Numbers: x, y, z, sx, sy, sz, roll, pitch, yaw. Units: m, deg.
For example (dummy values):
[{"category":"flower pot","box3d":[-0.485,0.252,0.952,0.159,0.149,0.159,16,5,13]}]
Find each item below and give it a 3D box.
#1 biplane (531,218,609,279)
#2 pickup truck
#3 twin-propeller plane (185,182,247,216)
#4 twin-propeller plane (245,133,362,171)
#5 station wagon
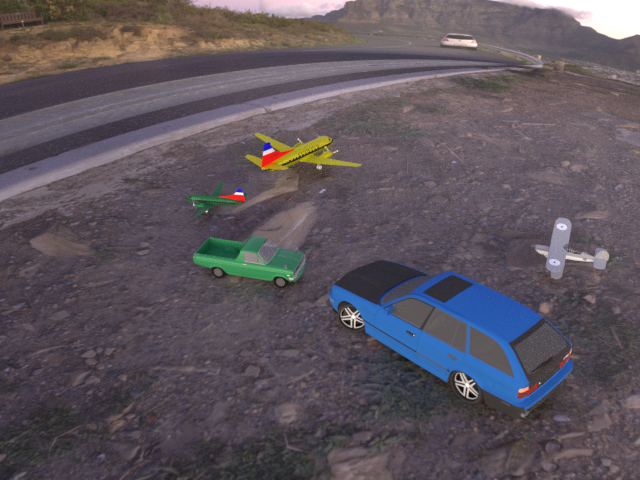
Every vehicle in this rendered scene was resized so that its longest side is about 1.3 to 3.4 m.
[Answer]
[{"category":"biplane","box3d":[3.663,0.211,10.307,1.090,0.504,1.336,11,31,19]},{"category":"pickup truck","box3d":[-1.026,0.249,10.234,1.603,0.511,0.640,8,30,14]},{"category":"twin-propeller plane","box3d":[-1.821,-0.739,12.104,1.095,0.407,1.370,5,30,10]},{"category":"twin-propeller plane","box3d":[-0.405,-1.764,13.542,2.663,0.792,2.129,22,36,33]},{"category":"station wagon","box3d":[1.480,0.938,8.582,1.327,0.920,3.105,-25,38,-37]}]
